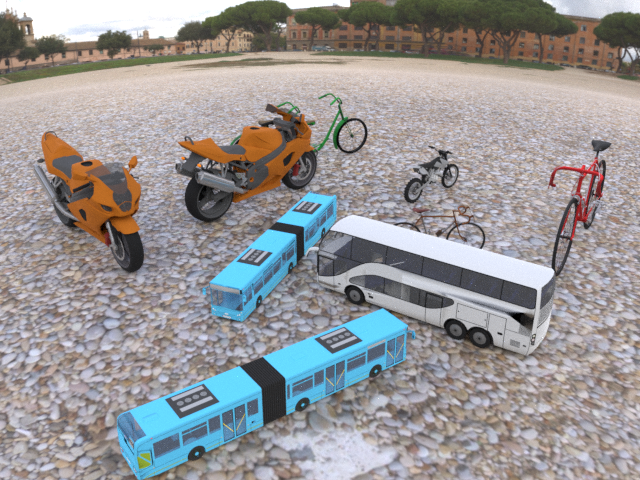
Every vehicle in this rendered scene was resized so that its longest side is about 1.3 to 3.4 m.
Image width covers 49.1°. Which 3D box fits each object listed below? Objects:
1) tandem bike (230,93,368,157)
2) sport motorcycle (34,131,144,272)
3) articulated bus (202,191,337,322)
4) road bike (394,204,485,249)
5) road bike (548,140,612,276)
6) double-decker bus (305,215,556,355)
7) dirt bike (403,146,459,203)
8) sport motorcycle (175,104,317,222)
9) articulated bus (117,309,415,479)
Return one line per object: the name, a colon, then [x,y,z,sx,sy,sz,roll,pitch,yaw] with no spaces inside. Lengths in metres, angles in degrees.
tandem bike: [-0.396,-2.176,14.115,3.192,1.326,0.550,-14,30,-25]
sport motorcycle: [-3.520,-0.634,10.746,0.983,1.596,2.955,-21,34,-36]
articulated bus: [-0.587,0.126,10.386,0.605,0.561,3.401,11,29,20]
road bike: [1.729,-0.114,10.541,1.545,0.852,0.358,0,27,0]
road bike: [4.006,-0.609,10.631,0.696,1.656,3.004,16,31,28]
double-decker bus: [1.349,0.499,9.099,3.251,1.052,0.756,17,31,30]
dirt bike: [2.050,-1.216,12.728,1.493,0.857,0.527,-22,34,-37]
sport motorcycle: [-1.158,-1.361,12.192,2.955,1.596,0.983,-23,35,-38]
articulated bus: [-0.450,1.557,7.538,3.401,0.561,0.605,-18,32,-31]
